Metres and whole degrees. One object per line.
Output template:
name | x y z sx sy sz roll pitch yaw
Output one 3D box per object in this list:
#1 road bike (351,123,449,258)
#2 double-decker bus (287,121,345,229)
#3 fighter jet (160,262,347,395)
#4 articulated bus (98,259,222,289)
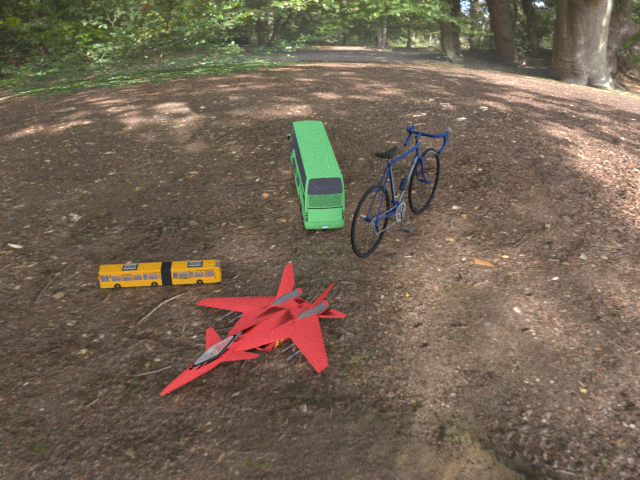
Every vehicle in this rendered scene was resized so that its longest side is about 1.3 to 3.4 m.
road bike | 1.292 -0.868 11.267 0.697 1.656 3.004 17 33 29
double-decker bus | -0.102 -1.280 12.685 0.756 1.052 3.251 -3 28 -6
fighter jet | -0.931 1.128 8.680 2.229 0.557 2.640 22 35 35
articulated bus | -2.317 0.490 10.166 1.749 0.289 0.311 -3 28 -5
